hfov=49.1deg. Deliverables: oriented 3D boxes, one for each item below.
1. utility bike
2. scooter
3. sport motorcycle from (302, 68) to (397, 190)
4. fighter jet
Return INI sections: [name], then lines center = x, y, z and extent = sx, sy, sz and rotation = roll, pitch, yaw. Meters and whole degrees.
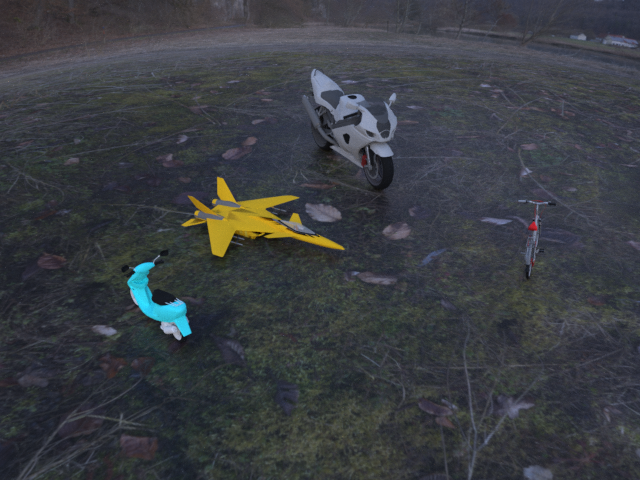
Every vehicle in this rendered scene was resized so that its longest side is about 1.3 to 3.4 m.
[utility bike]
center = 3.055, -0.077, 10.117
extent = 0.535, 0.946, 1.435
rotation = 11, 32, 18
[scooter]
center = -2.069, 0.682, 8.822
extent = 0.662, 0.919, 1.399
rotation = -24, 38, -36
[sport motorcycle]
center = 0.553, -2.101, 12.988
extent = 0.983, 1.596, 2.955
rotation = -14, 33, -23
[fighter jet]
center = -0.784, -0.327, 10.942
extent = 2.640, 0.557, 2.229
rotation = 15, 33, 25
